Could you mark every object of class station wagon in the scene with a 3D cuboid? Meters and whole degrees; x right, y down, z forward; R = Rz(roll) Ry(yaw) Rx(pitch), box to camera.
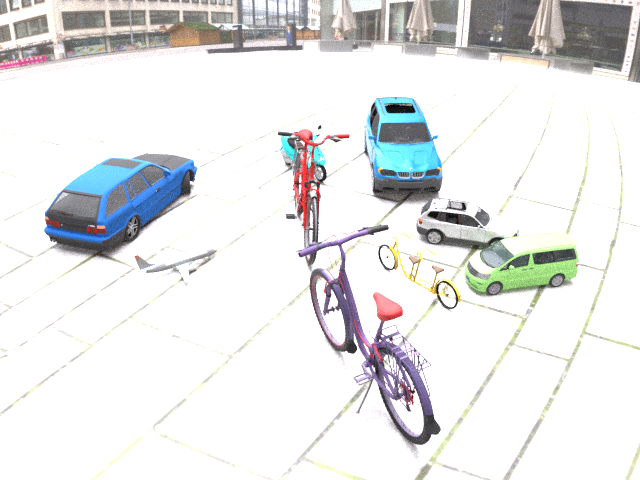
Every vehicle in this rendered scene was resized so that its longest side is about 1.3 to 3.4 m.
[{"bbox_3d":[-3.179,-0.878,11.592,1.327,0.920,3.105,9,30,16],"label":"station wagon"}]

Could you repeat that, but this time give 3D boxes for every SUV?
[{"bbox_3d":[1.510,-1.847,13.149,1.276,1.128,3.058,-1,29,-1],"label":"SUV"},{"bbox_3d":[2.280,-0.259,10.813,1.572,0.580,0.656,8,30,15],"label":"SUV"}]

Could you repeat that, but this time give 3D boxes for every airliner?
[{"bbox_3d":[-2.059,0.228,10.078,1.307,0.429,1.161,-20,34,-32],"label":"airliner"}]

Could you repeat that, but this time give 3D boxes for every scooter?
[{"bbox_3d":[-0.324,-1.695,13.089,0.662,0.919,1.399,-21,35,-33],"label":"scooter"}]

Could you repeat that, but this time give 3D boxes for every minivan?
[{"bbox_3d":[2.797,0.302,9.748,1.548,0.616,0.681,-6,29,-11],"label":"minivan"}]

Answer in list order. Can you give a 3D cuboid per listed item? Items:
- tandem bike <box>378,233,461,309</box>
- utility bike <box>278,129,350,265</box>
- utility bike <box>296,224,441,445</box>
[{"bbox_3d":[1.328,0.371,9.553,0.283,0.682,1.642,-19,34,-31],"label":"tandem bike"},{"bbox_3d":[-0.129,-0.925,10.719,1.039,1.839,2.791,-3,29,-6],"label":"utility bike"},{"bbox_3d":[0.399,0.888,7.399,1.039,1.839,2.791,-13,31,-22],"label":"utility bike"}]
